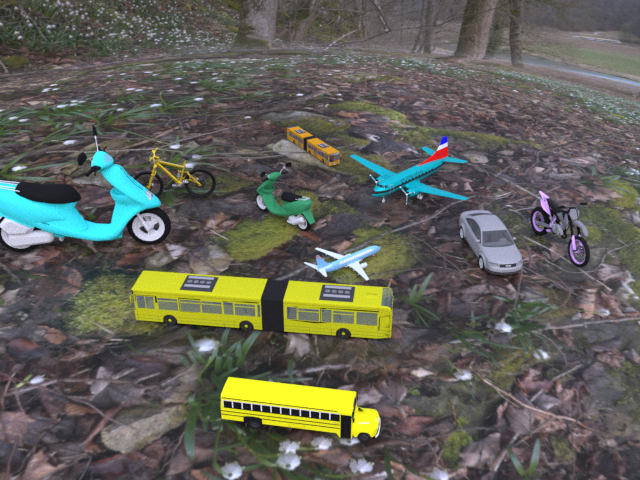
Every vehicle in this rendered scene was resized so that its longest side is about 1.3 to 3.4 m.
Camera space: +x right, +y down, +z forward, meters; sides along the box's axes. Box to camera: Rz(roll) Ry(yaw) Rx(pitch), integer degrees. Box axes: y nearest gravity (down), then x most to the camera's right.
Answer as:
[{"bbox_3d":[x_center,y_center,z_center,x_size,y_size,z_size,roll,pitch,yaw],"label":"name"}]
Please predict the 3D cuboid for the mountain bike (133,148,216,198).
[{"bbox_3d":[-2.573,-1.117,12.264,1.469,0.868,0.573,-4,30,-6],"label":"mountain bike"}]

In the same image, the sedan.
[{"bbox_3d":[2.609,-0.028,10.728,0.635,0.483,1.613,-4,30,-6],"label":"sedan"}]

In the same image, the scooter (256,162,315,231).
[{"bbox_3d":[-0.603,-0.725,11.518,0.662,0.919,1.399,-26,38,-38],"label":"scooter"}]

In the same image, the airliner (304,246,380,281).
[{"bbox_3d":[0.424,0.216,10.350,1.307,0.429,1.161,-22,36,-34],"label":"airliner"}]

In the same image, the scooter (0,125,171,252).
[{"bbox_3d":[-3.678,-0.657,10.516,2.721,1.786,1.288,-3,30,-6],"label":"scooter"}]

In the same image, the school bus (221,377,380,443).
[{"bbox_3d":[-0.203,1.811,7.520,1.708,0.434,0.365,5,30,8],"label":"school bus"}]

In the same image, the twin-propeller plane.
[{"bbox_3d":[1.665,-1.263,12.601,2.129,0.792,2.663,-25,38,-37],"label":"twin-propeller plane"}]

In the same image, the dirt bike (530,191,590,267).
[{"bbox_3d":[3.689,-0.232,10.709,0.527,0.857,1.493,-9,31,-15],"label":"dirt bike"}]

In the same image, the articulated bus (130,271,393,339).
[{"bbox_3d":[-0.762,0.835,9.120,3.401,0.561,0.605,4,30,6],"label":"articulated bus"}]

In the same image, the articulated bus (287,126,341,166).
[{"bbox_3d":[-0.151,-1.936,14.303,0.311,0.289,1.749,-16,33,-27],"label":"articulated bus"}]
